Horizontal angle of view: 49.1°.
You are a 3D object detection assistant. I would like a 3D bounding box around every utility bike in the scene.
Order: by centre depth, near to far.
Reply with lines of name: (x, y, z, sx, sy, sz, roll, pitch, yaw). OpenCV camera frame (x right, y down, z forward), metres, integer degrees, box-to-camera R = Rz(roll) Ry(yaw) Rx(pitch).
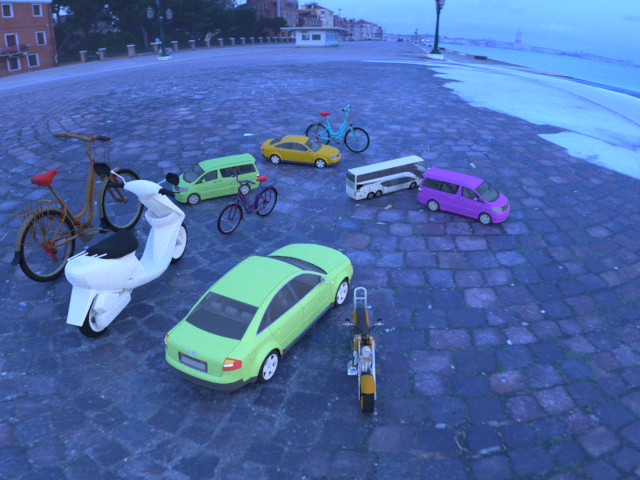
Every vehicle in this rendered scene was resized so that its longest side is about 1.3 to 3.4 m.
utility bike: (-3.627, -0.620, 10.356, 1.039, 1.839, 2.791, 13, 31, 22)
utility bike: (-1.114, -0.663, 11.377, 0.535, 0.946, 1.435, 21, 35, 34)
utility bike: (0.352, -2.321, 14.451, 1.435, 0.946, 0.535, 9, 30, 16)

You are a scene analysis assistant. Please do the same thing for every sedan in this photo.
sedan: (-0.640, 0.722, 8.816, 1.235, 0.940, 3.137, 15, 32, 26)
sedan: (-0.379, -1.804, 13.979, 1.613, 0.483, 0.635, 7, 29, 12)

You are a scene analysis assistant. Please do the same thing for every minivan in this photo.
minivan: (2.458, -0.765, 11.914, 1.548, 0.616, 0.681, 17, 33, 29)
minivan: (-1.871, -1.110, 12.553, 1.548, 0.616, 0.681, -12, 31, -22)

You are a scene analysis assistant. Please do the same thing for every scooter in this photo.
scooter: (-2.503, -0.010, 9.281, 1.288, 1.786, 2.721, 9, 30, 17)

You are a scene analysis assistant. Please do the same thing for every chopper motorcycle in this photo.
chopper motorcycle: (0.500, 1.237, 8.048, 0.466, 0.761, 1.563, -1, 28, -1)

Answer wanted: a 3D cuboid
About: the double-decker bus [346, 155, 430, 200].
double-decker bus: (1.249, -1.140, 12.688, 1.672, 0.541, 0.389, -15, 32, -25)
